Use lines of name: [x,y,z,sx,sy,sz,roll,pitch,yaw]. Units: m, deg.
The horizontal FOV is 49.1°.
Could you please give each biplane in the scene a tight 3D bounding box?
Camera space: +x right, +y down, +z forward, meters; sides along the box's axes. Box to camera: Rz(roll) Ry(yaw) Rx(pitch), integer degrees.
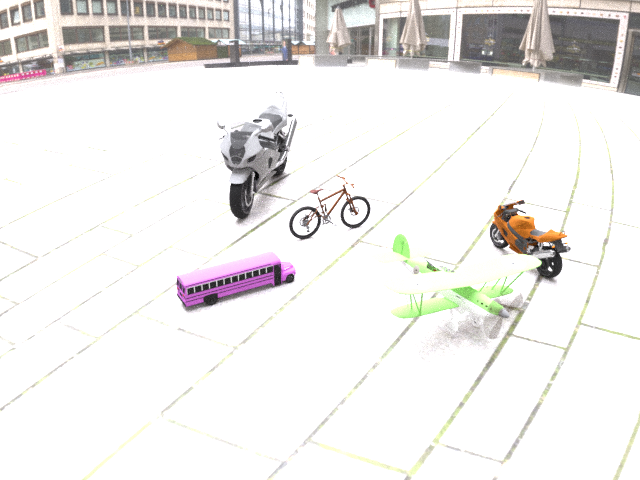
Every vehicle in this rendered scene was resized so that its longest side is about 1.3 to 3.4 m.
biplane: [1.646,0.531,9.031,2.598,0.981,2.120,-17,32,-31]

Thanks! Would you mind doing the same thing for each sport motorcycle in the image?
sport motorcycle: [3.042,-0.041,10.341,0.506,0.821,1.520,-13,30,-24]
sport motorcycle: [-1.075,-1.582,12.536,0.983,1.596,2.955,6,27,12]

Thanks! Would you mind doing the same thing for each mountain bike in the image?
mountain bike: [0.176,-0.503,11.205,1.469,0.868,0.573,-13,29,-23]

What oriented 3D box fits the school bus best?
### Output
school bus: [-1.116,0.514,9.671,1.708,0.434,0.365,-15,30,-26]
